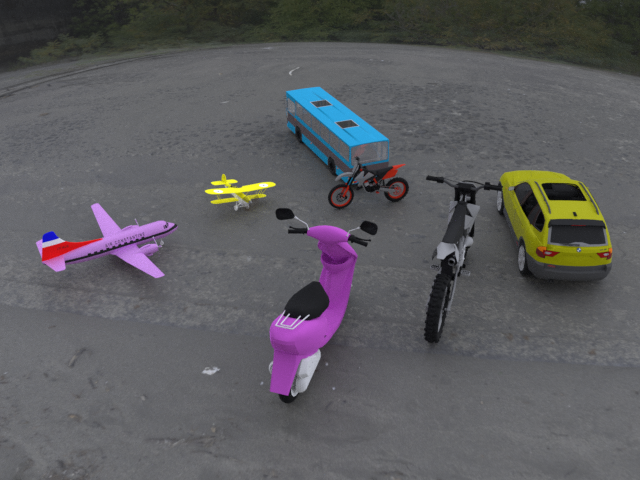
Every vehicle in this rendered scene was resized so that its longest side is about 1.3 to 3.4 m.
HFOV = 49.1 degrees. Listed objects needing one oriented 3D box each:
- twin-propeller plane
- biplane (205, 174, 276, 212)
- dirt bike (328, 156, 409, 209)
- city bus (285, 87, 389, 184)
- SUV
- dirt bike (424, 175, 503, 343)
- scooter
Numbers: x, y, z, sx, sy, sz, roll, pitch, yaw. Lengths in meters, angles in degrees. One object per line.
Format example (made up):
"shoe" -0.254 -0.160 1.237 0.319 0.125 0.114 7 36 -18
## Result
"twin-propeller plane" -3.148 -0.034 10.619 2.129 0.792 2.663 -20 36 -30
"biplane" -1.450 -0.845 12.254 1.336 0.504 1.090 -20 36 -29
"dirt bike" 0.858 -0.983 12.142 1.493 0.857 0.527 -8 32 -14
"city bus" 0.264 -2.109 13.987 0.926 0.894 3.255 -12 33 -20
"SUV" 3.631 -0.444 10.977 1.276 1.128 3.058 1 31 2
"dirt bike" 1.838 0.063 9.605 1.024 1.666 2.903 10 32 17
"scooter" -0.026 0.622 8.554 1.288 1.786 2.721 10 32 16
